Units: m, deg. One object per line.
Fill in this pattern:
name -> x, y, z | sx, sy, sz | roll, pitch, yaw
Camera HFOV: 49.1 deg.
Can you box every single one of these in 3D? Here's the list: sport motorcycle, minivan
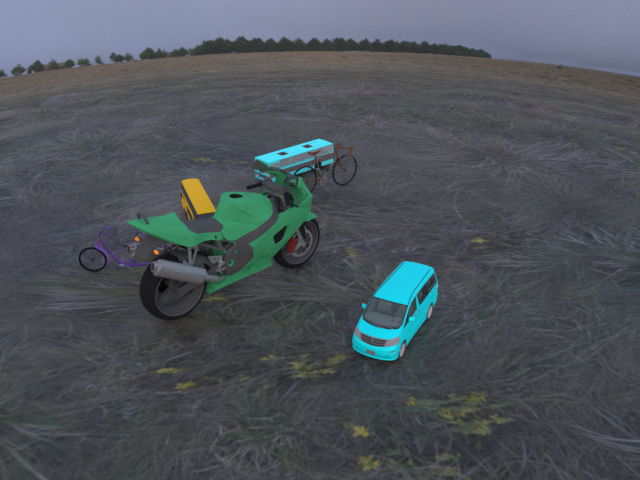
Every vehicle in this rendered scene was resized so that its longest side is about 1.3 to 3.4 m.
sport motorcycle -> -1.131, -0.022, 9.276 | 2.955, 1.596, 0.983 | -22, 34, -37
minivan -> 0.948, 0.850, 8.623 | 0.681, 0.616, 1.548 | 13, 29, 25

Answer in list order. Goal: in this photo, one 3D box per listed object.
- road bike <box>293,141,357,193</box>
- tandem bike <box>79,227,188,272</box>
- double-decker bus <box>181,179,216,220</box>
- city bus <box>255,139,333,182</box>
road bike -> 0.087, -1.278, 12.641 | 1.545, 0.852, 0.358 | -19, 32, -34
tandem bike -> -2.626, 0.138, 9.983 | 1.642, 0.682, 0.283 | -2, 26, -4
double-decker bus -> -1.948, -0.467, 11.359 | 0.389, 0.541, 1.672 | -9, 28, -18
city bus -> -0.484, -1.528, 13.583 | 1.674, 0.460, 0.476 | -22, 34, -37
